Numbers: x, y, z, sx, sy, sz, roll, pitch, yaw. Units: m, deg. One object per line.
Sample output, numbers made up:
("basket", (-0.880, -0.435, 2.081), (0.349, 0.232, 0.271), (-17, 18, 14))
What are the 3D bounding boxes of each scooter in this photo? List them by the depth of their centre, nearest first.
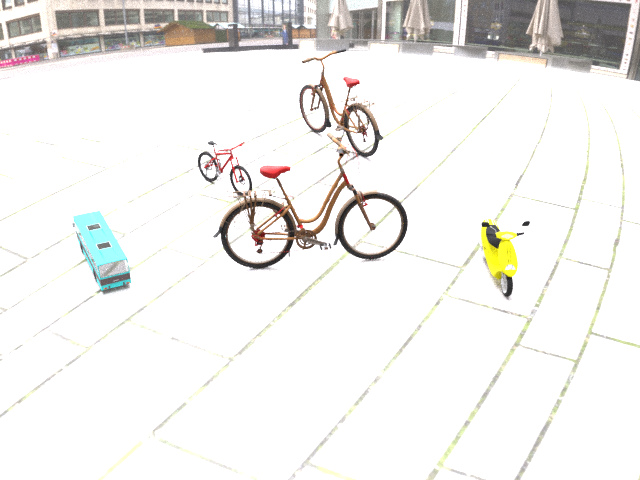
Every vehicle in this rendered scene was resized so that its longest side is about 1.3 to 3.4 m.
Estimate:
("scooter", (2.468, 0.079, 9.671), (0.662, 0.919, 1.399), (-1, 29, -3))

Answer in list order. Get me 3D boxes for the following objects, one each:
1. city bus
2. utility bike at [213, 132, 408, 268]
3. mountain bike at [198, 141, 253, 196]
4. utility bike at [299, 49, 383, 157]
("city bus", (-3.137, 0.143, 10.033), (0.476, 0.460, 1.674), (-14, 32, -24))
("utility bike", (-0.128, -0.531, 9.828), (2.791, 1.839, 1.039), (-4, 29, -7))
("mountain bike", (-1.692, -1.302, 12.259), (1.469, 0.868, 0.573), (25, 37, 38))
("utility bike", (0.277, -2.735, 13.874), (1.039, 1.839, 2.791), (-18, 34, -30))
